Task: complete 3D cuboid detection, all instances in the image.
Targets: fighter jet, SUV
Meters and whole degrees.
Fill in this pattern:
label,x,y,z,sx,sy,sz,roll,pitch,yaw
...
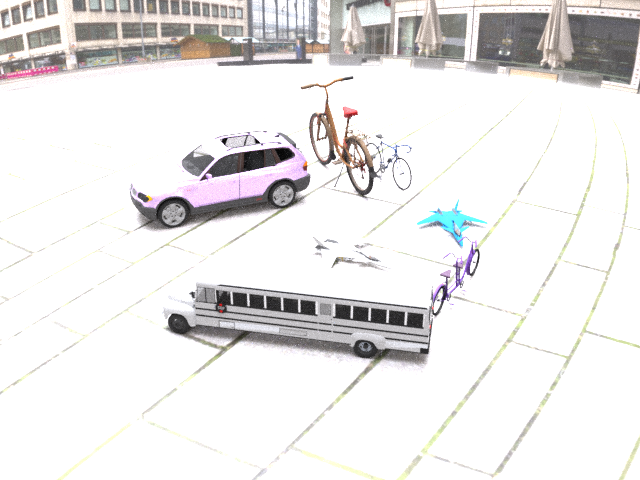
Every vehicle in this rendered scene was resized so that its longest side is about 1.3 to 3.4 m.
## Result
label,x,y,z,sx,sy,sz,roll,pitch,yaw
fighter jet,0.523,0.163,10.246,1.358,0.286,1.147,18,32,32
fighter jet,2.131,-0.280,11.132,1.147,0.286,1.358,-1,27,-2
SUV,-1.677,-1.120,11.870,3.058,1.128,1.276,-12,29,-22

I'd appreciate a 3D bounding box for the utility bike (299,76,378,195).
label,x,y,z,sx,sy,sz,roll,pitch,yaw
utility bike,0.274,-1.949,12.731,1.039,1.839,2.791,-11,29,-21

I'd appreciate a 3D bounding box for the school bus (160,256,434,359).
label,x,y,z,sx,sy,sz,roll,pitch,yaw
school bus,-0.319,0.767,8.417,3.322,0.844,0.709,6,27,11

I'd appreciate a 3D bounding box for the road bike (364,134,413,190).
label,x,y,z,sx,sy,sz,roll,pitch,yaw
road bike,1.241,-1.490,12.918,0.358,0.852,1.545,-14,30,-26

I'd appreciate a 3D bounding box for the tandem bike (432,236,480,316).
label,x,y,z,sx,sy,sz,roll,pitch,yaw
tandem bike,1.820,0.423,9.285,0.283,0.682,1.642,16,31,29
